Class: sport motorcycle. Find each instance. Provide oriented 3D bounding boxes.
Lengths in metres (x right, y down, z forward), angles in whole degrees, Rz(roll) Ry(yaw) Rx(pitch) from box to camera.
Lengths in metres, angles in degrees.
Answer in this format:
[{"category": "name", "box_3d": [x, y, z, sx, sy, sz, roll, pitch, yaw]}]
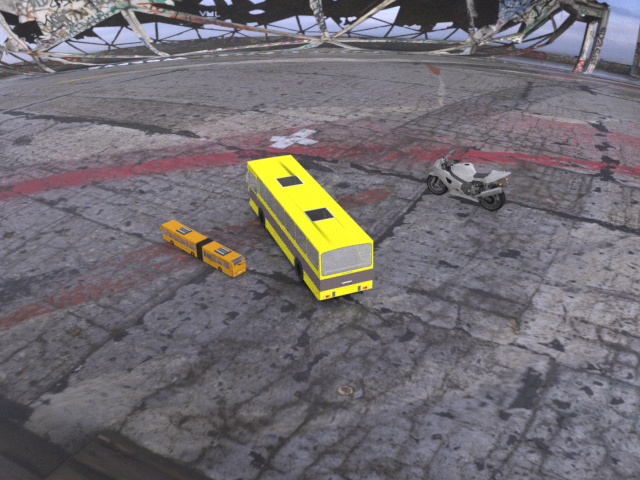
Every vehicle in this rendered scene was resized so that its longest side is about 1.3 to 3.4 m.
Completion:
[{"category": "sport motorcycle", "box_3d": [2.546, -1.020, 12.145, 1.520, 0.821, 0.506, 20, 35, 31]}]

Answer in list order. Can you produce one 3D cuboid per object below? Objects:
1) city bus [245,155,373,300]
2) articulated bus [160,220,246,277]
[{"category": "city bus", "box_3d": [-0.250, -0.264, 10.742, 0.926, 0.894, 3.255, -11, 32, -19]}, {"category": "articulated bus", "box_3d": [-1.806, 0.110, 10.696, 1.749, 0.289, 0.311, 25, 38, 36]}]
